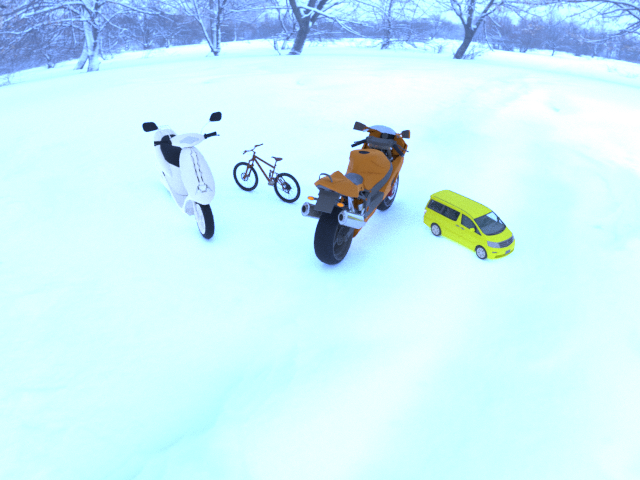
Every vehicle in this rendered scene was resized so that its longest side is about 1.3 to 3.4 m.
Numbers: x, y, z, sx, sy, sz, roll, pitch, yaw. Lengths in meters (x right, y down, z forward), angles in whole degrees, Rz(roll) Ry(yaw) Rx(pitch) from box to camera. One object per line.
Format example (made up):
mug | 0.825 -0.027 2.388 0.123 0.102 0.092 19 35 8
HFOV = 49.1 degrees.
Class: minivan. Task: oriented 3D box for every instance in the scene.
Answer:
minivan | 2.344 -0.255 10.971 0.681 0.616 1.548 -21 35 -33

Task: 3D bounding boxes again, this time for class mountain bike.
mountain bike | -0.959 -1.165 12.369 1.469 0.868 0.573 17 33 28

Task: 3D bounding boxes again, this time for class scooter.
scooter | -2.282 -1.277 11.617 1.288 1.786 2.721 -13 31 -23

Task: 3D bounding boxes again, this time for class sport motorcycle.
sport motorcycle | 0.649 -0.799 10.943 0.983 1.596 2.955 14 32 23
